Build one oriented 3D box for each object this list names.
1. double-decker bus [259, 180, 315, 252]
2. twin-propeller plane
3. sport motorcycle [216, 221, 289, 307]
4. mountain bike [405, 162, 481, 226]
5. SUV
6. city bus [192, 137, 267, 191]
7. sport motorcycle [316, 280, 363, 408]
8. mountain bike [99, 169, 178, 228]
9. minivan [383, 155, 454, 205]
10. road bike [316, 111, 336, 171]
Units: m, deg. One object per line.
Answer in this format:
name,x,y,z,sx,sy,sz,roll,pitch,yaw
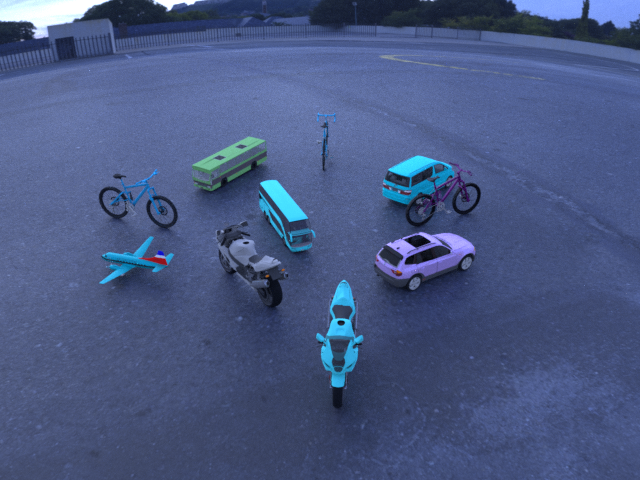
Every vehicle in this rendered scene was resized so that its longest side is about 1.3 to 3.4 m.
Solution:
double-decker bus,-0.557,-0.382,11.012,0.389,0.541,1.672,-11,31,-19
twin-propeller plane,-2.666,0.260,10.011,1.095,0.407,1.370,9,31,16
sport motorcycle,-0.971,0.314,9.495,0.506,0.821,1.520,-21,36,-32
mountain bike,2.011,-0.712,11.263,1.469,0.868,0.573,-14,32,-24
SUV,1.509,0.202,9.938,1.572,0.580,0.656,-18,34,-29
city bus,-1.639,-1.404,12.902,0.476,0.460,1.674,17,34,28
sport motorcycle,0.238,1.170,7.981,0.506,0.821,1.520,2,30,4
mountain bike,-2.933,-0.662,11.175,1.469,0.868,0.573,11,31,19
minivan,1.756,-1.119,12.238,0.681,0.616,1.548,23,37,35
road bike,0.101,-1.941,13.454,0.358,0.852,1.545,2,30,3
